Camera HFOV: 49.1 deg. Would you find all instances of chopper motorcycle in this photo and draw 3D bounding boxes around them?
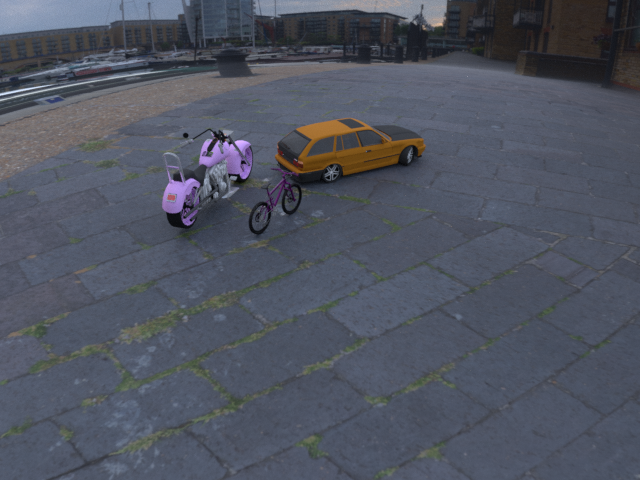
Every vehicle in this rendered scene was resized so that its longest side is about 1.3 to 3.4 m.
[{"bbox_3d":[-1.910,-1.317,12.410,0.906,1.480,3.040,9,29,16],"label":"chopper motorcycle"}]

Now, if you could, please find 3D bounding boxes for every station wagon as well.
[{"bbox_3d":[0.675,-1.944,14.173,3.105,0.920,1.327,-15,32,-25],"label":"station wagon"}]

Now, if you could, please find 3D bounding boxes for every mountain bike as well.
[{"bbox_3d":[-0.740,-0.679,11.865,0.573,0.868,1.469,17,33,29],"label":"mountain bike"}]
